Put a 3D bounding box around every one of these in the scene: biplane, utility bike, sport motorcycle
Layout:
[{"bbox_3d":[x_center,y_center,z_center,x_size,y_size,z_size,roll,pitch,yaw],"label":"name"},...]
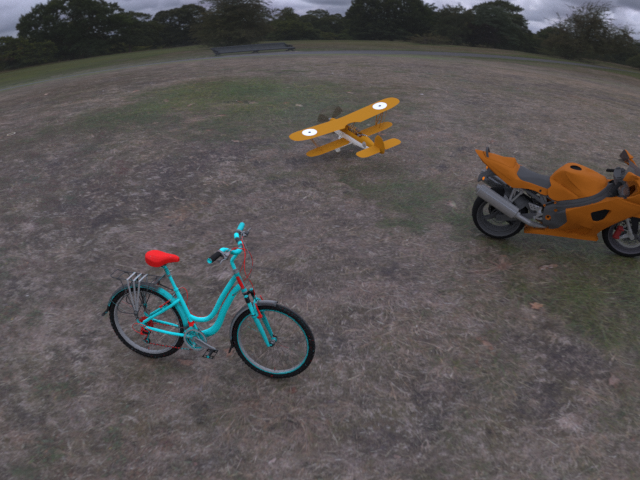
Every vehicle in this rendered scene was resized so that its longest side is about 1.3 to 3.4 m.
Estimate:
[{"bbox_3d":[0.693,-2.138,14.402,2.598,0.981,2.120,-16,33,-26],"label":"biplane"},{"bbox_3d":[-1.383,0.716,8.469,2.791,1.839,1.039,7,30,12],"label":"utility bike"},{"bbox_3d":[3.869,-0.604,11.056,2.955,1.596,0.983,9,31,15],"label":"sport motorcycle"}]
